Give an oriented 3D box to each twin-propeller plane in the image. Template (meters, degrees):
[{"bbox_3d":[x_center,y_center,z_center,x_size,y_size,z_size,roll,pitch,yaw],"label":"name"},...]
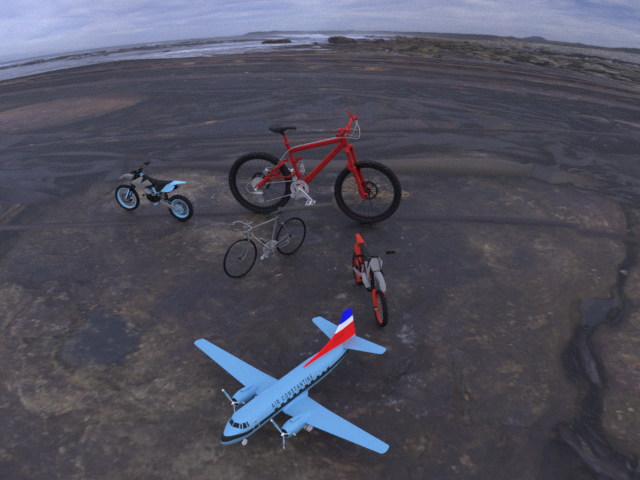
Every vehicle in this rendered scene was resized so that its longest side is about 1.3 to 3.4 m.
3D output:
[{"bbox_3d":[-0.272,1.446,7.410,2.663,0.792,2.129,22,35,34],"label":"twin-propeller plane"}]

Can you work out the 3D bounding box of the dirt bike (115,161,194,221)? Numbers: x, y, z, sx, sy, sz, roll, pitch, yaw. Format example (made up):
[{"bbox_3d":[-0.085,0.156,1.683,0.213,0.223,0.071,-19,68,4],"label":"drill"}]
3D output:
[{"bbox_3d":[-2.745,-0.780,11.437,1.493,0.857,0.527,11,30,19],"label":"dirt bike"}]

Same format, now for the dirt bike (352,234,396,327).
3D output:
[{"bbox_3d":[0.658,0.458,9.160,0.527,0.857,1.493,-6,29,-11],"label":"dirt bike"}]

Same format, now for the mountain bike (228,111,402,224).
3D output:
[{"bbox_3d":[-0.109,-1.105,11.165,2.857,1.688,1.114,6,29,10],"label":"mountain bike"}]

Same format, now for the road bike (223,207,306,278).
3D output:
[{"bbox_3d":[-0.771,-0.010,10.027,1.545,0.852,0.358,-25,37,-37],"label":"road bike"}]
